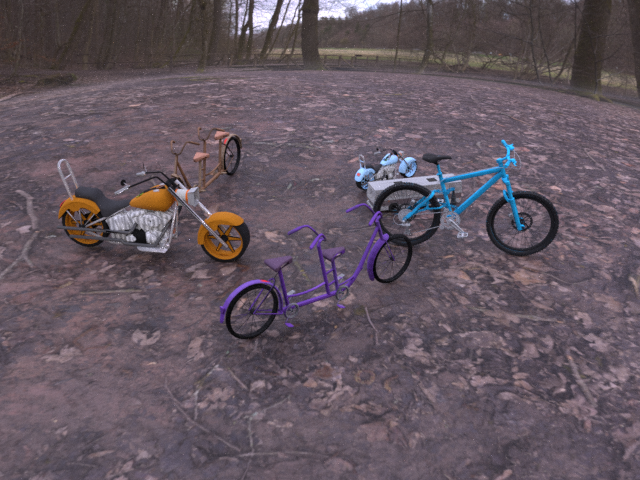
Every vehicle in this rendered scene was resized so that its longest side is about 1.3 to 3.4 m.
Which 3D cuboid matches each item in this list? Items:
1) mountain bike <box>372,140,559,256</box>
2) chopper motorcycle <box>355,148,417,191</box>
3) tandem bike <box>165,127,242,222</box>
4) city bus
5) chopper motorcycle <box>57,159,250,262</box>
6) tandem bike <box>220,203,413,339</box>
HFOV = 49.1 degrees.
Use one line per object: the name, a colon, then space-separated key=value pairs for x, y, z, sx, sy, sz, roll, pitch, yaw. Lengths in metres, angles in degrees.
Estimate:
mountain bike: x=2.239 y=-0.591 z=10.780 sx=2.857 sy=1.688 sz=1.114 roll=5 pitch=27 yaw=10
chopper motorcycle: x=1.297 y=-1.427 z=13.460 sx=1.563 sy=0.761 sz=0.466 roll=-20 pitch=33 yaw=-34
tandem bike: x=-2.135 y=-1.428 z=12.836 sx=0.550 sy=1.326 sz=3.192 roll=9 pitch=28 yaw=17
city bus: x=1.701 y=-0.842 z=12.636 sx=1.674 sy=0.460 sz=0.476 roll=-7 pitch=28 yaw=-13
chopper motorcycle: x=-2.589 y=-0.448 z=10.727 sx=3.040 sy=1.480 sz=0.906 roll=4 pitch=27 yaw=9
tandem bike: x=0.061 y=0.353 z=9.315 sx=3.192 sy=1.326 sz=0.550 roll=-18 pitch=32 yaw=-32
